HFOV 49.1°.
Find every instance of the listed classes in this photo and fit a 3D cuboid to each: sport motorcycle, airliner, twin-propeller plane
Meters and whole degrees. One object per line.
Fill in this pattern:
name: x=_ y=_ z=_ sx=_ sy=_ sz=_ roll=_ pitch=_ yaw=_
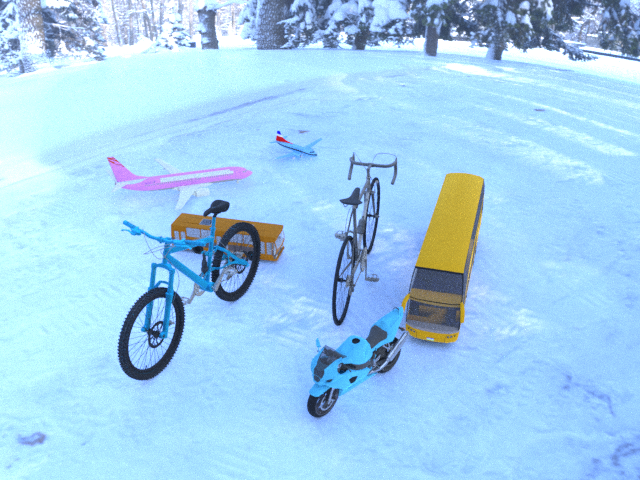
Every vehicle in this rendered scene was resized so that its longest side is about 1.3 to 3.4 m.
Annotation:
sport motorcycle: x=0.414 y=1.348 z=7.773 sx=0.506 sy=0.821 sz=1.520 roll=26 pitch=38 yaw=38
airliner: x=-2.431 y=-1.229 z=12.334 sx=2.541 sy=0.835 sz=2.257 roll=-10 pitch=31 yaw=-17
twin-propeller plane: x=-0.477 y=-1.875 z=13.917 sx=1.095 sy=0.407 sz=1.370 roll=22 pitch=36 yaw=34

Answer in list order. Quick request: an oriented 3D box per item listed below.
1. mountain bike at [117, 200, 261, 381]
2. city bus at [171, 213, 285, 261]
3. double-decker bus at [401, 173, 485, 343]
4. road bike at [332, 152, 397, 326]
mountain bike: x=-1.513 y=0.418 z=8.542 sx=1.114 sy=1.688 sz=2.857 roll=14 pitch=32 yaw=23
city bus: x=-1.393 y=-0.030 z=10.588 sx=1.674 sy=0.460 sz=0.476 roll=7 pitch=30 yaw=12
double-decker bus: x=1.780 y=0.163 z=9.643 sx=0.756 sy=1.052 sz=3.251 roll=8 pitch=30 yaw=14
road bike: x=0.542 y=-0.138 z=9.561 sx=0.696 sy=1.656 sz=3.004 roll=7 pitch=30 yaw=13
